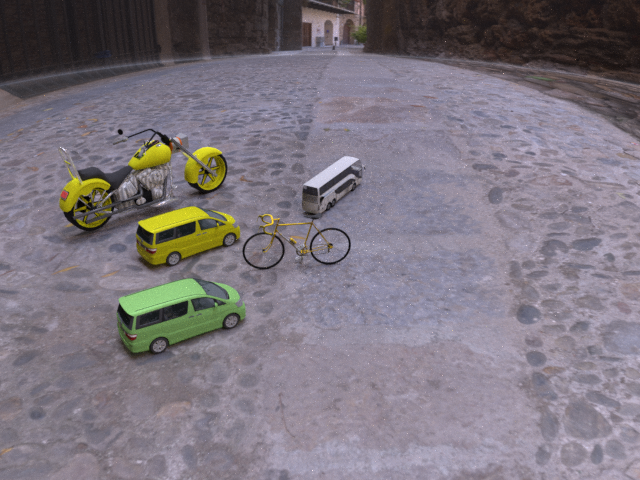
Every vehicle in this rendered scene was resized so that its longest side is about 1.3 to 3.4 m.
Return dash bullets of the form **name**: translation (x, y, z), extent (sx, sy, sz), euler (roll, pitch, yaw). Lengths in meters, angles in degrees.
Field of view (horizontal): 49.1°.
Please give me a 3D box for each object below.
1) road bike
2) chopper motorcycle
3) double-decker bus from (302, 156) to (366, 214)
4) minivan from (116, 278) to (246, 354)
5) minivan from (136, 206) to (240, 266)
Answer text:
- **road bike**: translation (-0.323, 0.010, 9.849), extent (1.545, 0.852, 0.358), euler (-4, 28, -7)
- **chopper motorcycle**: translation (-2.788, -1.149, 11.345), extent (3.040, 1.480, 0.906), euler (-25, 37, -39)
- **double-decker bus**: translation (0.243, -0.970, 12.005), extent (0.389, 0.541, 1.672), euler (15, 32, 26)
- **minivan**: translation (-1.671, 0.844, 8.544), extent (1.548, 0.616, 0.681), euler (-17, 32, -28)
- **minivan**: translation (-1.929, -0.135, 10.369), extent (1.548, 0.616, 0.681), euler (-21, 34, -33)
